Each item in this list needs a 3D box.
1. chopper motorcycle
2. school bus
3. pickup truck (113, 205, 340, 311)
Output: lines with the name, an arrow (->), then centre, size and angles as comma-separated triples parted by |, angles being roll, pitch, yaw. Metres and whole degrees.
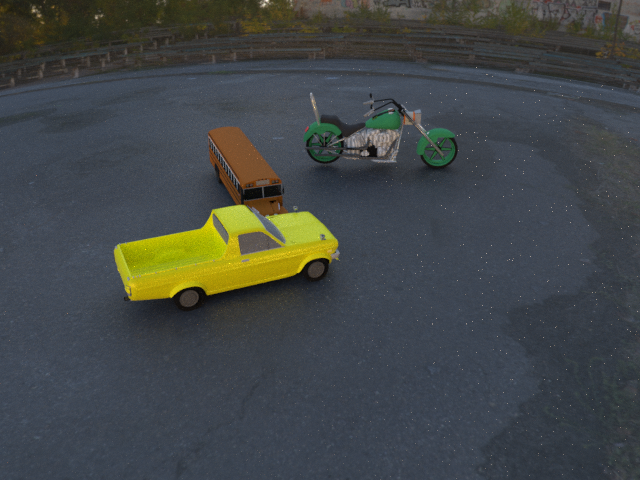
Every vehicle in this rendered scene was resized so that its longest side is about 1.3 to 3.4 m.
chopper motorcycle -> 1.190, -2.140, 13.699 | 3.040, 1.480, 0.906 | 1, 28, 2
school bus -> -1.309, -1.107, 12.441 | 0.709, 0.844, 3.322 | -10, 30, -18
pickup truck -> -1.300, 0.130, 9.970 | 3.117, 0.993, 1.244 | -12, 30, -21
